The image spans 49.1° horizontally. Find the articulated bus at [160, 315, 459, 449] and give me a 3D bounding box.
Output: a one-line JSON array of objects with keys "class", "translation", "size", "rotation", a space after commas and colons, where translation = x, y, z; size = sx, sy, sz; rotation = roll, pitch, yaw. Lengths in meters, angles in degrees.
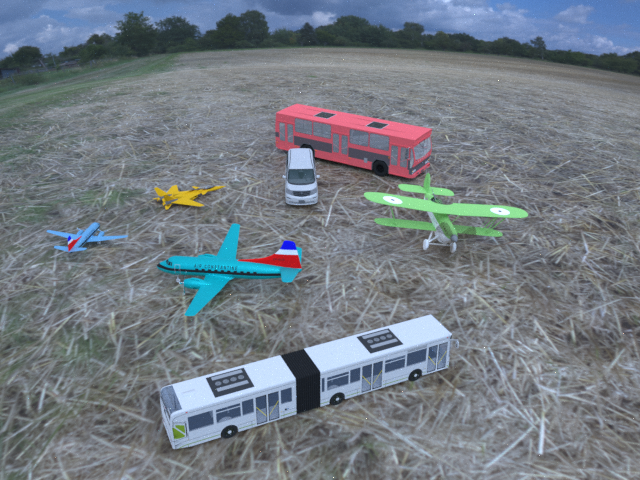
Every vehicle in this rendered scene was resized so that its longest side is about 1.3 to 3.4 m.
[{"class": "articulated bus", "translation": [-0.047, 1.539, 7.865], "size": [3.401, 0.561, 0.605], "rotation": [-12, 30, -22]}]

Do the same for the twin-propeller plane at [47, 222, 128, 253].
[{"class": "twin-propeller plane", "translation": [-3.758, -0.085, 11.150], "size": [1.370, 0.407, 1.095], "rotation": [4, 28, 7]}]

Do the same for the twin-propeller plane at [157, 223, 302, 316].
[{"class": "twin-propeller plane", "translation": [-1.313, 0.311, 9.973], "size": [2.129, 0.792, 2.663], "rotation": [3, 28, 6]}]

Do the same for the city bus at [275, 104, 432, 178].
[{"class": "city bus", "translation": [0.631, -2.024, 14.346], "size": [3.255, 0.894, 0.926], "rotation": [16, 32, 28]}]

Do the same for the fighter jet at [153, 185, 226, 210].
[{"class": "fighter jet", "translation": [-2.338, -0.910, 12.866], "size": [1.358, 0.286, 1.147], "rotation": [-18, 33, -31]}]

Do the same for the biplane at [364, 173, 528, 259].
[{"class": "biplane", "translation": [1.931, -0.443, 11.216], "size": [2.598, 0.981, 2.120], "rotation": [-2, 28, -5]}]

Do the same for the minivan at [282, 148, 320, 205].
[{"class": "minivan", "translation": [-0.354, -1.181, 13.028], "size": [0.681, 0.616, 1.548], "rotation": [-1, 28, -2]}]
